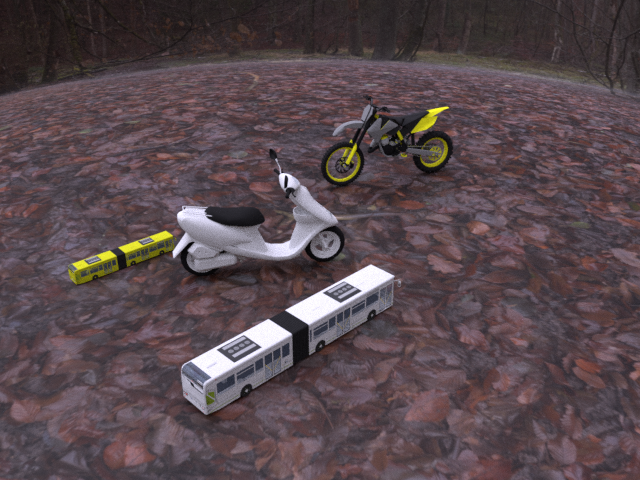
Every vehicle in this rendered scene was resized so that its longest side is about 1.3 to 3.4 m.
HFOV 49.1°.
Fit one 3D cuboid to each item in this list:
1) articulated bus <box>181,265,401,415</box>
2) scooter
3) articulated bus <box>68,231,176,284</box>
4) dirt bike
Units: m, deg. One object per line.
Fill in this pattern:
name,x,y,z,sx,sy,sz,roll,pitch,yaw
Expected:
articulated bus,-0.268,1.208,9.230,3.401,0.561,0.605,-25,38,-38
scooter,-0.926,-0.334,10.765,2.721,1.786,1.288,-6,29,-11
articulated bus,-3.140,0.269,11.222,1.749,0.289,0.311,-23,36,-35
dirt bike,1.385,-1.971,13.866,2.903,1.666,1.024,-10,30,-18
